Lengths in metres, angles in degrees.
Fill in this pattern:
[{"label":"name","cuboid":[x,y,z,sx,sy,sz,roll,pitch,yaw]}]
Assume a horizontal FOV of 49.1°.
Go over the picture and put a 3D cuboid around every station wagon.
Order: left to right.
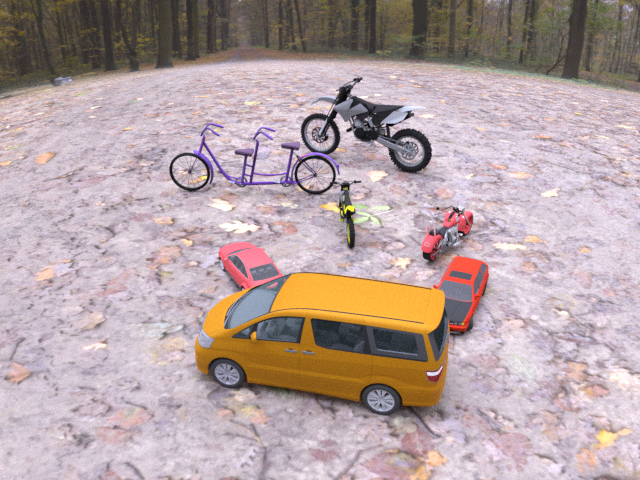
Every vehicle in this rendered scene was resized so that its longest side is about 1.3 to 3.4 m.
[{"label":"station wagon","cuboid":[1.924,0.703,9.731,0.682,0.473,1.597,11,30,20]}]

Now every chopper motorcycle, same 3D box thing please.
[{"label":"chopper motorcycle","cuboid":[2.065,-0.214,11.139,0.466,0.761,1.563,19,34,31]}]

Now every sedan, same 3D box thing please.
[{"label":"sedan","cuboid":[-1.018,0.381,10.323,0.635,0.483,1.613,-14,31,-24]}]

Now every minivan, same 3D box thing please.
[{"label":"minivan","cuboid":[-0.002,1.087,8.249,3.011,1.197,1.324,7,29,13]}]

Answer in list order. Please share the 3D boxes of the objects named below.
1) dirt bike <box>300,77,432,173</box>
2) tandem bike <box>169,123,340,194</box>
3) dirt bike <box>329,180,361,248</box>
[{"label":"dirt bike","cuboid":[0.889,-2.317,14.108,2.903,1.666,1.024,13,31,23]},{"label":"tandem bike","cuboid":[-1.226,-1.473,12.891,3.192,1.326,0.550,1,28,3]},{"label":"dirt bike","cuboid":[0.437,-0.516,11.602,0.527,0.857,1.493,-3,28,-5]}]
